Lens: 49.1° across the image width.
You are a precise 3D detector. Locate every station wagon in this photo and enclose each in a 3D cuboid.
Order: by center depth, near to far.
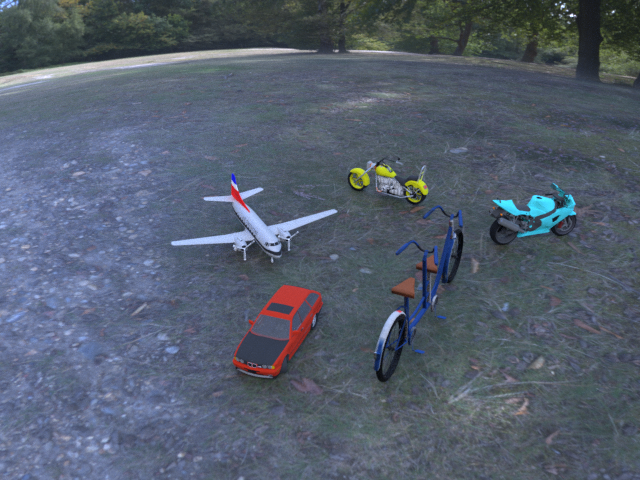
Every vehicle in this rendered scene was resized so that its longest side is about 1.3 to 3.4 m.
[{"bbox_3d":[-0.492,1.041,8.505,0.682,0.473,1.597,10,30,18],"label":"station wagon"}]

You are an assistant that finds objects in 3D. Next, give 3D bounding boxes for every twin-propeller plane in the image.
[{"bbox_3d":[-1.027,-0.338,10.762,2.663,0.792,2.129,-12,30,-22],"label":"twin-propeller plane"}]

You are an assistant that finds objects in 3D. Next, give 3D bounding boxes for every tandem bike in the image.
[{"bbox_3d":[1.301,0.495,8.625,0.550,1.326,3.192,13,31,23],"label":"tandem bike"}]

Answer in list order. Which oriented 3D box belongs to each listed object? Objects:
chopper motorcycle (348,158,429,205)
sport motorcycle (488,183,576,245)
[{"bbox_3d":[1.174,-1.092,12.214,1.563,0.761,0.466,18,33,30],"label":"chopper motorcycle"},{"bbox_3d":[3.306,-0.369,10.789,1.520,0.821,0.506,-8,29,-14],"label":"sport motorcycle"}]
